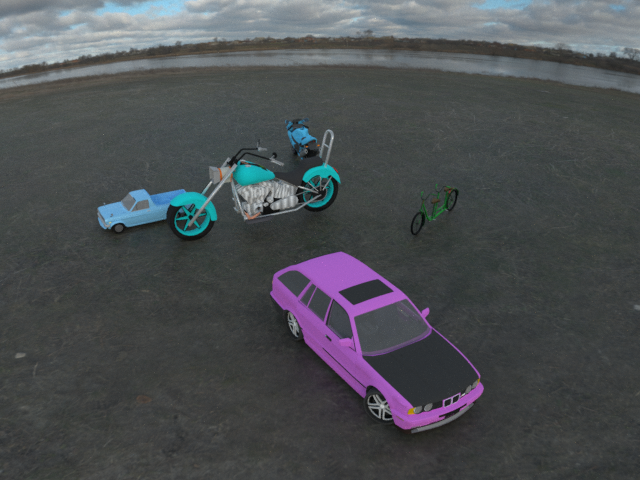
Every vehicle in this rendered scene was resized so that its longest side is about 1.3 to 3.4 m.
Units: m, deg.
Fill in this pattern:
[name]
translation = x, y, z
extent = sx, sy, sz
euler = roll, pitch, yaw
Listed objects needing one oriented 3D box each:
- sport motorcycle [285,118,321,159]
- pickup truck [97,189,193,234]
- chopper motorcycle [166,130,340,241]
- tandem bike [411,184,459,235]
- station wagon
[sport motorcycle]
translation = -0.354, -1.976, 14.379
extent = 0.506, 0.821, 1.520
euler = -9, 28, -17
[pickup truck]
translation = -2.968, -0.571, 11.961
extent = 1.603, 0.511, 0.640
euler = -14, 30, -26
[chopper motorcycle]
translation = -1.055, -0.926, 11.590
extent = 3.040, 1.480, 0.906
euler = -12, 29, -23
[tandem bike]
translation = 1.971, -0.616, 11.861
extent = 0.283, 0.682, 1.642
euler = 19, 33, 32
[station wagon]
translation = 0.576, 1.029, 8.367
extent = 1.327, 0.920, 3.105
euler = -16, 31, -28
